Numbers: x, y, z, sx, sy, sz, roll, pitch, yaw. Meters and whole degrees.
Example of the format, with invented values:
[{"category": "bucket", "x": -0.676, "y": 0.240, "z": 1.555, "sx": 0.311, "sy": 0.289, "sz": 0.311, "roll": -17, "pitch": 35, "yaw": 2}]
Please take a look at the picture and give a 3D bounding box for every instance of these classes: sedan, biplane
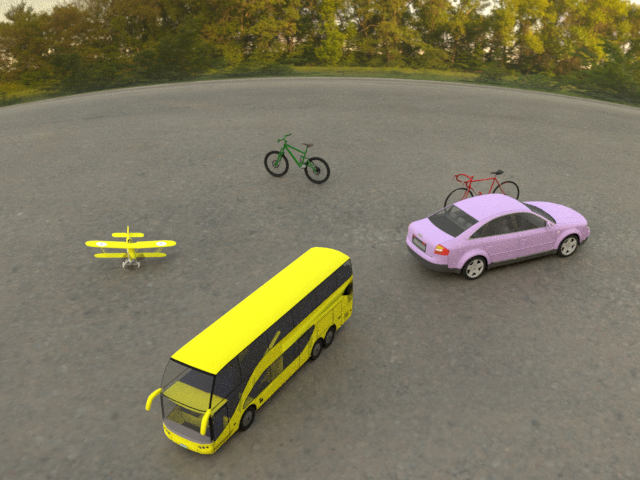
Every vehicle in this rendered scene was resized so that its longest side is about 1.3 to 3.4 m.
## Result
[{"category": "sedan", "x": 2.886, "y": -0.206, "z": 11.118, "sx": 3.137, "sy": 0.940, "sz": 1.235, "roll": -11, "pitch": 29, "yaw": -21}, {"category": "biplane", "x": -2.946, "y": 0.112, "z": 10.968, "sx": 1.336, "sy": 0.504, "sz": 1.090, "roll": -9, "pitch": 28, "yaw": -17}]

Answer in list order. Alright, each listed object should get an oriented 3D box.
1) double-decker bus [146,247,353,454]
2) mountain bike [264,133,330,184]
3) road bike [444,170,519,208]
[{"category": "double-decker bus", "x": -0.630, "y": 1.186, "z": 8.197, "sx": 0.756, "sy": 1.052, "sz": 3.251, "roll": 15, "pitch": 30, "yaw": 27}, {"category": "mountain bike", "x": -0.471, "y": -1.606, "z": 14.010, "sx": 1.469, "sy": 0.868, "sz": 0.573, "roll": 11, "pitch": 29, "yaw": 22}, {"category": "road bike", "x": 2.906, "y": -0.831, "z": 12.473, "sx": 1.545, "sy": 0.852, "sz": 0.358, "roll": -9, "pitch": 28, "yaw": -18}]
